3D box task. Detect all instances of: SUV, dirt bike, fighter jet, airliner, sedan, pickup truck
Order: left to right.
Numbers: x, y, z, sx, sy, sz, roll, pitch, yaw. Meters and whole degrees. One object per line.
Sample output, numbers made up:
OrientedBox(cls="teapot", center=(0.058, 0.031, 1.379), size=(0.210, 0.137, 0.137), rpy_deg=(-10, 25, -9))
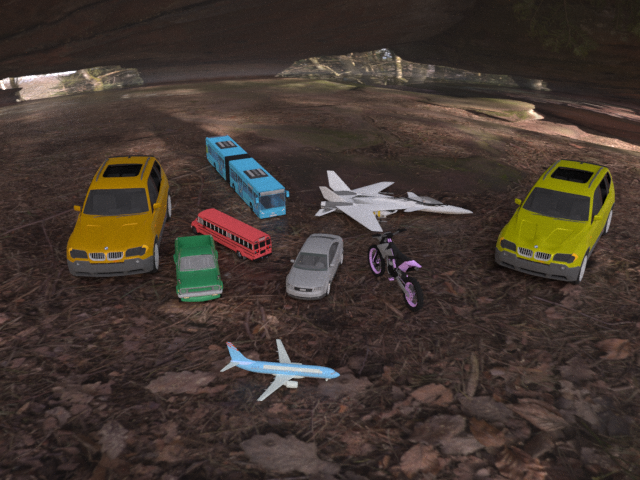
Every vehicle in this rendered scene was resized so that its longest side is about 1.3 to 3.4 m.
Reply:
OrientedBox(cls="SUV", center=(-3.056, -0.454, 10.864), size=(1.276, 1.128, 3.058), rpy_deg=(-2, 26, -5))
OrientedBox(cls="pickup truck", center=(-1.749, 0.331, 9.945), size=(0.640, 0.511, 1.603), rpy_deg=(-5, 26, -11))
OrientedBox(cls="airliner", center=(-0.426, 1.372, 7.874), size=(1.307, 0.429, 1.161), rpy_deg=(3, 26, 6))
OrientedBox(cls="sedan", center=(-0.061, 0.314, 10.012), size=(0.635, 0.483, 1.613), rpy_deg=(5, 26, 11))
OrientedBox(cls="dirt bike", center=(1.007, 0.333, 9.540), size=(0.527, 0.857, 1.493), rpy_deg=(-11, 28, -21))
OrientedBox(cls="fighter jet", center=(1.312, -0.723, 12.082), size=(2.640, 0.557, 2.229), rpy_deg=(4, 26, 9))
OrientedBox(cls="SUV", center=(3.693, -0.391, 10.734), size=(1.276, 1.128, 3.058), rpy_deg=(15, 29, 28))

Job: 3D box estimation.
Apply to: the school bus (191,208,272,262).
OrientedBox(cls="school bus", center=(-1.432, -0.113, 10.955), size=(0.365, 0.434, 1.708), rpy_deg=(-22, 34, -38))

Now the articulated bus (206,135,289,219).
OrientedBox(cls="articulated bus", center=(-1.467, -1.265, 13.203), size=(0.605, 0.561, 3.401), rpy_deg=(-11, 28, -21))
